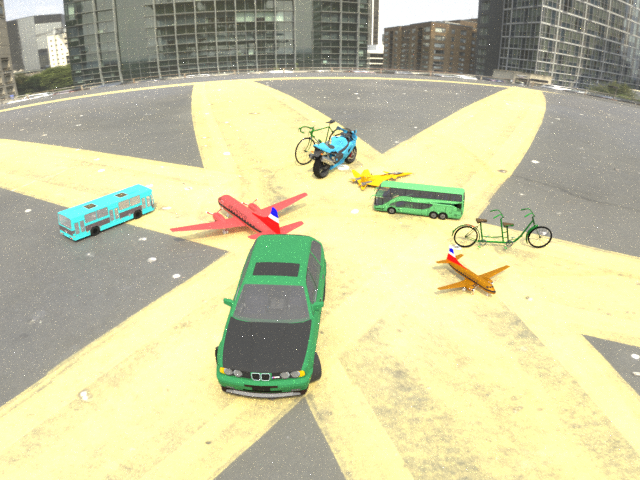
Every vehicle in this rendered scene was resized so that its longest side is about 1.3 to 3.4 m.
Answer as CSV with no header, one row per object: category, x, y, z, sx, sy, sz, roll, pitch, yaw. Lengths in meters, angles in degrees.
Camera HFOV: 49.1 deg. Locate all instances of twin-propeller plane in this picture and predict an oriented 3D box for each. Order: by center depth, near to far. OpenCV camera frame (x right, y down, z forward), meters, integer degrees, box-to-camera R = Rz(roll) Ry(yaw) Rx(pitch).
twin-propeller plane,2.236,0.484,10.405,1.370,0.407,1.095,-15,30,-27
twin-propeller plane,-1.225,-0.482,11.882,2.663,0.792,2.129,-17,32,-31

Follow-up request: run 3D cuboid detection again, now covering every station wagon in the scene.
station wagon,-0.569,0.808,9.201,1.327,0.920,3.105,2,27,3

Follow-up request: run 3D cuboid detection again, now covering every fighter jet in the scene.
fighter jet,1.298,-1.316,14.081,1.358,0.286,1.147,-12,29,-23

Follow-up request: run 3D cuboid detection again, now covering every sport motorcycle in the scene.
sport motorcycle,0.324,-1.824,14.492,0.506,0.821,1.520,18,32,32

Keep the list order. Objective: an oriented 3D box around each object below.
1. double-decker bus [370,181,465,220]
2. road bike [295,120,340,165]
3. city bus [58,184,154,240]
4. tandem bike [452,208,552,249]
double-decker bus,1.761,-0.728,12.643,1.672,0.541,0.389,7,28,13
road bike,0.043,-2.144,15.088,1.545,0.852,0.358,-23,35,-37
city bus,-3.706,-0.482,12.249,0.476,0.460,1.674,21,34,35
tandem bike,2.976,-0.176,11.402,1.642,0.682,0.283,0,27,1
